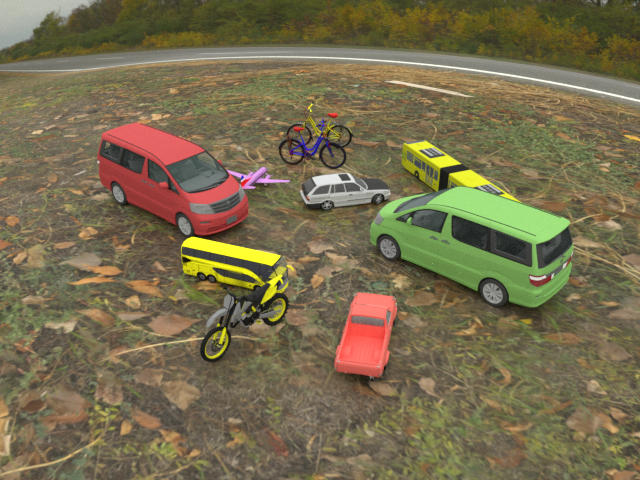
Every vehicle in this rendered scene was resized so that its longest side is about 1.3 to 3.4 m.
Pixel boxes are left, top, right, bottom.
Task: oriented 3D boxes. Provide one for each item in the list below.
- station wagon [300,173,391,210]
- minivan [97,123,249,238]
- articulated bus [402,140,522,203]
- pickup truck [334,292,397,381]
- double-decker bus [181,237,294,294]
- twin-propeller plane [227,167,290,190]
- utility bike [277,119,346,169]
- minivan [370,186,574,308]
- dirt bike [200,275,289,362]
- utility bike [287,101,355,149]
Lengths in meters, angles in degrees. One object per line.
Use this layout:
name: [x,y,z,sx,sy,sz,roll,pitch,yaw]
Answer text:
station wagon: [0.467,-0.915,12.524,1.597,0.473,0.682,-7,30,-12]
minivan: [-2.572,-1.087,12.093,3.011,1.197,1.324,23,37,35]
articulated bus: [2.511,-0.972,12.535,0.605,0.561,3.401,-12,32,-21]
pickup truck: [0.603,1.137,8.857,0.640,0.511,1.603,6,30,10]
double-decker bus: [-1.221,0.382,10.162,1.672,0.541,0.389,11,31,19]
twin-propeller plane: [-1.233,-1.194,13.085,1.370,0.407,1.095,11,31,19]
utility bike: [-0.165,-1.914,13.809,1.435,0.946,0.535,7,30,12]
minivan: [2.139,-0.084,10.319,3.011,1.197,1.324,24,38,36]
dirt bike: [-0.933,0.937,8.858,0.527,0.857,1.493,24,37,36]
utility bike: [0.006,-2.342,14.568,1.435,0.946,0.535,2,30,4]
